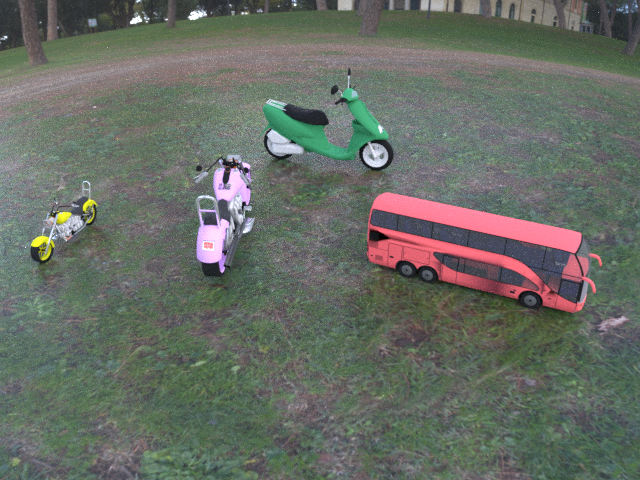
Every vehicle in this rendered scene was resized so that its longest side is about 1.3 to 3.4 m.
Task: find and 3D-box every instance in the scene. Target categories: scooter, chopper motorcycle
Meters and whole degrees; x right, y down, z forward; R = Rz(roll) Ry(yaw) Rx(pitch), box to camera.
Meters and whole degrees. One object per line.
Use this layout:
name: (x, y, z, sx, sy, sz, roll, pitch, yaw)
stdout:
scooter: (0.093, -2.272, 13.368, 2.721, 1.786, 1.288, 8, 32, 14)
chopper motorcycle: (-1.441, -0.653, 10.940, 0.906, 1.480, 3.040, 2, 31, 3)
chopper motorcycle: (-4.042, -0.297, 11.044, 0.466, 0.761, 1.563, 10, 32, 16)

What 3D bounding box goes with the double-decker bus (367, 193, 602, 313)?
double-decker bus: (2.264, 0.165, 9.981, 3.251, 1.052, 0.756, 14, 33, 22)
